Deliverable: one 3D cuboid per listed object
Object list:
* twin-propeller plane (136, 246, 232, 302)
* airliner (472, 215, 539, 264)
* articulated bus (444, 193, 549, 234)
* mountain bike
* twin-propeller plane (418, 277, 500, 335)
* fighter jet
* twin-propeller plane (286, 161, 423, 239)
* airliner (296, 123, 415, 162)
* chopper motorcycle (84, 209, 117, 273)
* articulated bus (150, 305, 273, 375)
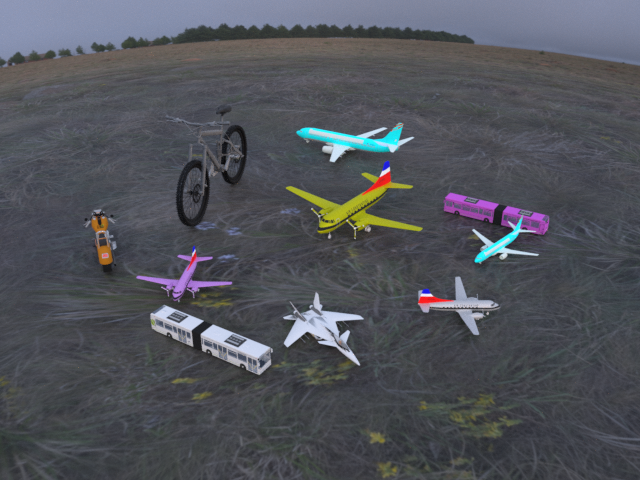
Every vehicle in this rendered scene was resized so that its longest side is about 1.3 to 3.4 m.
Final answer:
[{"bbox_3d":[-1.890,0.487,9.859,1.370,0.407,1.095,3,29,6],"label":"twin-propeller plane"},{"bbox_3d":[2.762,-0.004,10.738,1.161,0.429,1.307,25,38,38],"label":"airliner"},{"bbox_3d":[2.914,-0.447,11.697,1.749,0.289,0.311,16,33,27],"label":"articulated bus"},{"bbox_3d":[-1.832,-1.434,12.047,1.114,1.688,2.857,8,30,14],"label":"mountain bike"},{"bbox_3d":[1.844,0.820,9.248,1.095,0.407,1.370,0,29,0],"label":"twin-propeller plane"},{"bbox_3d":[0.117,1.137,8.793,1.147,0.286,1.358,-16,33,-27],"label":"fighter jet"},{"bbox_3d":[0.611,-0.661,11.565,2.663,0.792,2.129,20,34,32],"label":"twin-propeller plane"},{"bbox_3d":[0.576,-2.200,14.344,2.541,0.835,2.257,16,33,27],"label":"airliner"},{"bbox_3d":[-3.302,-0.110,10.585,0.466,0.761,1.563,-10,30,-17],"label":"chopper motorcycle"},{"bbox_3d":[-1.366,1.217,8.644,1.749,0.289,0.311,17,33,28],"label":"articulated bus"}]
